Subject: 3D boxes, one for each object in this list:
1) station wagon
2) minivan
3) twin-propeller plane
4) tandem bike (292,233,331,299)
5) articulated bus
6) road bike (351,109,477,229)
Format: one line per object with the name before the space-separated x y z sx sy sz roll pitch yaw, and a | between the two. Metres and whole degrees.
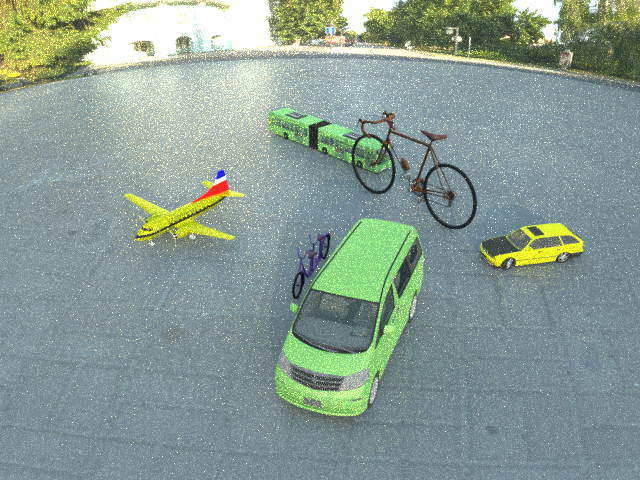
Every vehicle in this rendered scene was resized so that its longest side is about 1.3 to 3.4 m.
station wagon | 3.349 0.063 11.105 1.597 0.473 0.682 -6 30 -11
minivan | 0.460 0.868 8.907 1.324 1.197 3.011 11 31 18
twin-propeller plane | -2.292 -0.539 11.862 2.663 0.792 2.129 21 35 33
tandem bike | -0.112 0.253 10.547 0.283 0.682 1.642 10 30 17
articulated bus | 0.158 -2.208 15.107 0.605 0.561 3.401 -25 38 -37
road bike | 1.586 -1.289 12.323 0.697 1.656 3.004 -22 36 -35
